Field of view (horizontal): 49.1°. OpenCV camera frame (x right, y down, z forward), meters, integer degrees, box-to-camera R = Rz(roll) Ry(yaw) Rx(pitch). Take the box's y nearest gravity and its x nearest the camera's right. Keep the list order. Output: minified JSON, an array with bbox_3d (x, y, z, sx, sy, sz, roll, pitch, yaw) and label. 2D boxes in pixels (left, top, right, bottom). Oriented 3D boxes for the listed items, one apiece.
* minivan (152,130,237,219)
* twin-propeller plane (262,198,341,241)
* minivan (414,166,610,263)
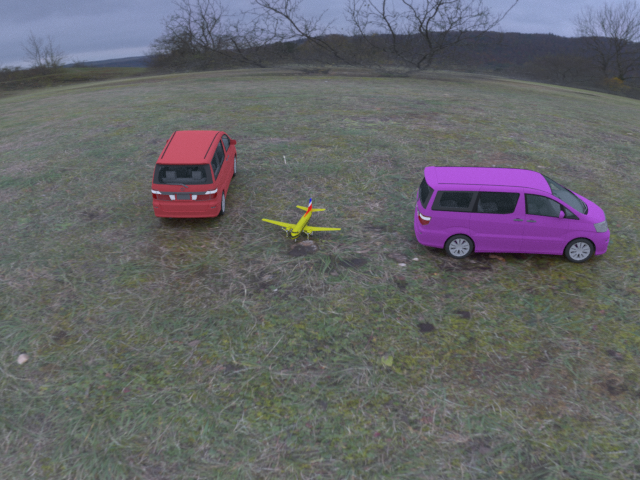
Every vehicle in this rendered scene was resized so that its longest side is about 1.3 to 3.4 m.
[{"bbox_3d":[-2.245,-1.382,12.851,1.324,1.197,3.011,0,27,0],"label":"minivan"},{"bbox_3d":[-0.290,-0.331,11.674,1.370,0.407,1.095,8,28,14],"label":"twin-propeller plane"},{"bbox_3d":[3.028,-0.457,11.058,3.011,1.197,1.324,2,27,3],"label":"minivan"}]
